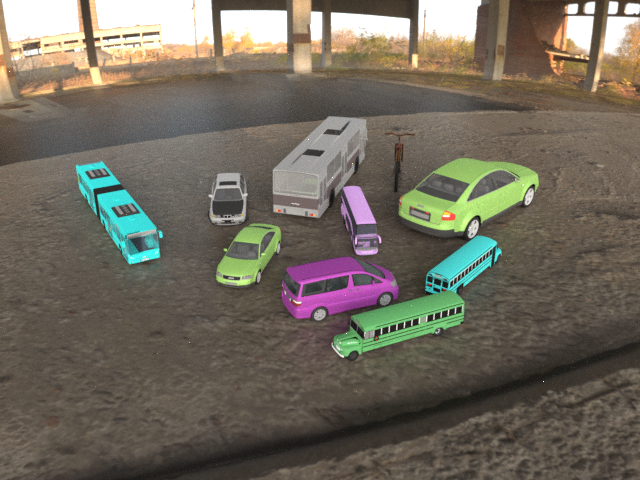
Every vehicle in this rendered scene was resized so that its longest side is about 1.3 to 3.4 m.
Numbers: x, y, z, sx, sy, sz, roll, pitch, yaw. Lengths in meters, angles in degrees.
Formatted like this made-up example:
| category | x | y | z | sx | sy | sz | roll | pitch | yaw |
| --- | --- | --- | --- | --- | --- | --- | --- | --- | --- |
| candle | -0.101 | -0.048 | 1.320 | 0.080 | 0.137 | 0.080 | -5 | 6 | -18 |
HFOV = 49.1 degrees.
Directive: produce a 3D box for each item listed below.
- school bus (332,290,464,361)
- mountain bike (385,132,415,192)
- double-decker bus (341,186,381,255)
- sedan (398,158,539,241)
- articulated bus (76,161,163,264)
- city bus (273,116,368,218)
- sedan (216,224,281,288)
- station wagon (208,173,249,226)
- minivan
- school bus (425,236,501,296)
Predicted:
| category | x | y | z | sx | sy | sz | roll | pitch | yaw |
| --- | --- | --- | --- | --- | --- | --- | --- | --- | --- |
| school bus | 0.954 | 1.024 | 8.500 | 1.708 | 0.434 | 0.365 | -12 | 29 | -23 |
| mountain bike | 1.467 | -1.499 | 13.123 | 0.573 | 0.868 | 1.469 | 4 | 26 | 7 |
| double-decker bus | 0.615 | -0.310 | 11.081 | 0.389 | 0.541 | 1.672 | -3 | 26 | -6 |
| sedan | 2.587 | -0.870 | 11.766 | 1.235 | 0.940 | 3.137 | 23 | 34 | 38 |
| articulated bus | -3.389 | -0.538 | 11.521 | 0.605 | 0.561 | 3.401 | -14 | 29 | -26 |
| city bus | 0.077 | -1.374 | 12.839 | 0.926 | 0.894 | 3.255 | 8 | 27 | 15 |
| sedan | -1.023 | 0.162 | 10.191 | 0.635 | 0.483 | 1.613 | 6 | 27 | 12 |
| station wagon | -1.572 | -0.747 | 12.045 | 0.682 | 0.473 | 1.597 | -2 | 26 | -5 |
| minivan | 0.286 | 0.581 | 9.193 | 1.548 | 0.616 | 0.681 | -11 | 28 | -20 |
| school bus | 2.069 | 0.349 | 9.868 | 0.365 | 0.434 | 1.708 | 19 | 32 | 34 |
